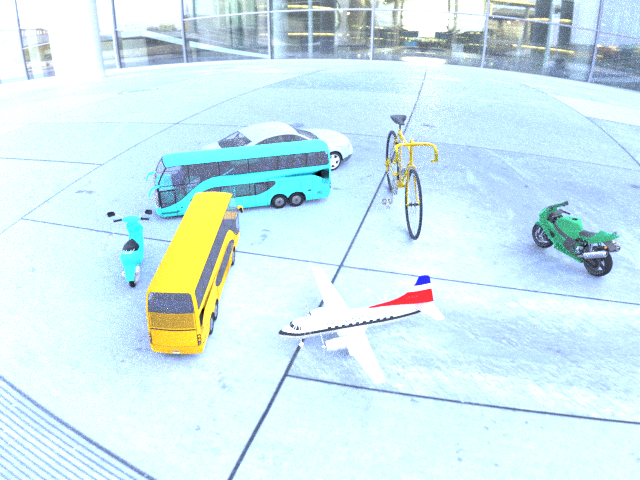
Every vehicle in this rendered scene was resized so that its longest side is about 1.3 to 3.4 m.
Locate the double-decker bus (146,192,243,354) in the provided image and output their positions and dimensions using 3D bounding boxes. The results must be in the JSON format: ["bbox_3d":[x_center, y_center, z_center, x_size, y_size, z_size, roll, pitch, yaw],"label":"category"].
[{"bbox_3d":[-1.696,0.308,9.880,0.756,1.052,3.251,1,28,3],"label":"double-decker bus"}]

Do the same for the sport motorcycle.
[{"bbox_3d":[3.886,-0.036,10.756,0.506,0.821,1.520,-17,33,-29],"label":"sport motorcycle"}]

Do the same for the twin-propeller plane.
[{"bbox_3d":[0.490,0.922,9.019,2.129,0.792,2.663,-8,29,-14],"label":"twin-propeller plane"}]

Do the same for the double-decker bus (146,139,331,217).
[{"bbox_3d":[-1.417,-1.093,12.463,3.251,1.052,0.756,-7,29,-13],"label":"double-decker bus"}]

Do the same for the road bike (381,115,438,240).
[{"bbox_3d":[1.433,-1.233,12.087,0.696,1.656,3.004,-3,29,-5],"label":"road bike"}]

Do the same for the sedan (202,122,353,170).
[{"bbox_3d":[-0.811,-1.831,13.943,3.137,0.940,1.235,-15,32,-25],"label":"sedan"}]

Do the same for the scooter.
[{"bbox_3d":[-2.814,0.044,10.506,0.662,0.919,1.399,-4,29,-7],"label":"scooter"}]
